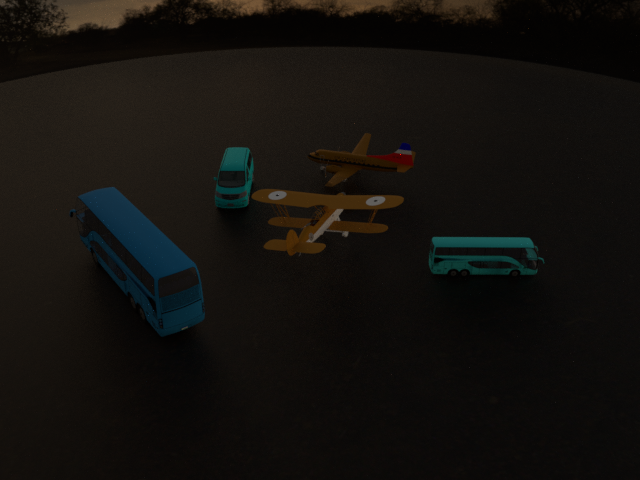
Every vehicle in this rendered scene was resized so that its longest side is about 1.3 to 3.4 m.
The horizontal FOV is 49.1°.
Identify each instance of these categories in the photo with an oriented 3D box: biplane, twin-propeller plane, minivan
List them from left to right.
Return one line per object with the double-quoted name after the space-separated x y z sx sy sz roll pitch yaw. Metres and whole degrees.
-1.565 -1.145 12.851 0.681 0.616 1.548 0 30 0 "minivan"
-0.063 -0.284 11.021 2.598 0.981 2.120 13 33 21 "biplane"
0.755 -1.606 13.462 2.129 0.792 2.663 10 32 16 "twin-propeller plane"

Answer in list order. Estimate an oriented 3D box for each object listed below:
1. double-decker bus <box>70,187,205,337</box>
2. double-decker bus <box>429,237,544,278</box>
-2.714 0.187 10.149 0.756 1.052 3.251 -20 36 -30 "double-decker bus"
2.492 0.249 10.548 1.672 0.541 0.389 0 30 0 "double-decker bus"
